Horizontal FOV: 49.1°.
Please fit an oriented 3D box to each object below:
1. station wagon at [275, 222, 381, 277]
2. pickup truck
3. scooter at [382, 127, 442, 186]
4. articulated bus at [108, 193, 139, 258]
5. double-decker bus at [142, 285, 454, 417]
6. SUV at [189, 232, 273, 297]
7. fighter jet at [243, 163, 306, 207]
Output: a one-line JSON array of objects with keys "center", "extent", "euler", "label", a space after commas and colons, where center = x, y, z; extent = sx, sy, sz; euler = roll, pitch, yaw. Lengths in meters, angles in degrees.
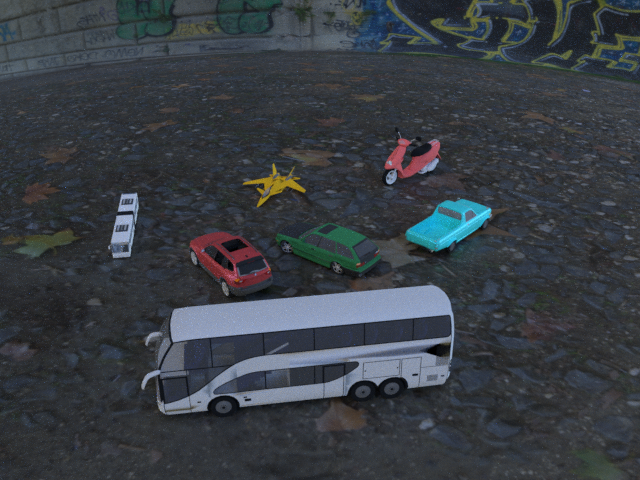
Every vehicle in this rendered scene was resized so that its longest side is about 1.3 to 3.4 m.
[{"center": [0.086, 0.036, 10.125], "extent": [1.597, 0.473, 0.682], "euler": [21, 35, 33], "label": "station wagon"}, {"center": [1.983, -0.273, 10.650], "extent": [0.640, 0.511, 1.603], "euler": [23, 36, 36], "label": "pickup truck"}, {"center": [1.660, -1.525, 12.511], "extent": [1.399, 0.919, 0.662], "euler": [-20, 34, -32], "label": "scooter"}, {"center": [-3.014, -0.256, 10.849], "extent": [0.311, 0.289, 1.749], "euler": [-4, 29, -8], "label": "articulated bus"}, {"center": [-0.214, 1.171, 7.447], "extent": [3.251, 1.052, 0.756], "euler": [-4, 29, -8], "label": "double-decker bus"}, {"center": [-1.252, 0.235, 9.649], "extent": [0.656, 0.580, 1.572], "euler": [-18, 33, -29], "label": "SUV"}, {"center": [-0.834, -0.930, 12.084], "extent": [1.147, 0.286, 1.358], "euler": [8, 30, 15], "label": "fighter jet"}]
